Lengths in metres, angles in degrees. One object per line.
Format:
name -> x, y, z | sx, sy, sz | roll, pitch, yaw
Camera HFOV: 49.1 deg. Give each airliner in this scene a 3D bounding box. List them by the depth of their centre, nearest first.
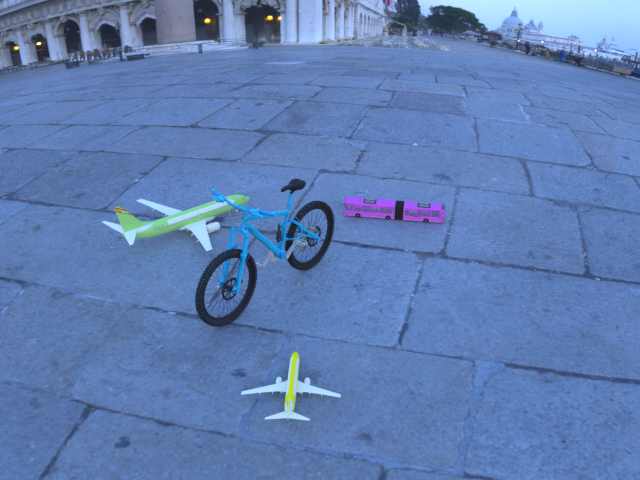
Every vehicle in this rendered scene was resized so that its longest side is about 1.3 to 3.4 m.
airliner -> -0.333, 1.644, 8.243 | 1.161, 0.429, 1.307 | 1, 30, 2
airliner -> -2.214, -0.529, 11.575 | 2.541, 0.835, 2.257 | -23, 37, -34

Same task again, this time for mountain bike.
mountain bike -> -0.693, 0.026, 9.773 | 1.114, 1.688, 2.857 | 21, 36, 32

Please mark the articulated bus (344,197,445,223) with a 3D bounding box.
articulated bus -> 1.275, -0.523, 12.109 | 1.749, 0.289, 0.311 | 5, 31, 8
